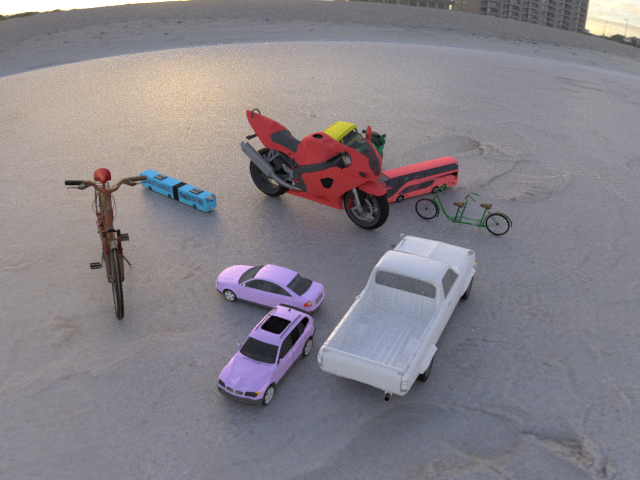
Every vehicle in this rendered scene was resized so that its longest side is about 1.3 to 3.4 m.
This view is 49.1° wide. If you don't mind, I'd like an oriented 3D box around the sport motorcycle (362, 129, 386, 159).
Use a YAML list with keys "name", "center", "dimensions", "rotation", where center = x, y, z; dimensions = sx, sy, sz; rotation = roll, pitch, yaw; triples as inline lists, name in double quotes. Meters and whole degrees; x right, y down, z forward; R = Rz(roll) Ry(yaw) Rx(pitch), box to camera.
- name: "sport motorcycle"
  center: [0.822, -1.505, 13.045]
  dimensions: [0.506, 0.821, 1.520]
  rotation: [16, 35, 25]

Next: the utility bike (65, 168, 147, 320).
- name: "utility bike"
  center: [-2.924, -0.226, 9.924]
  dimensions: [1.039, 1.839, 2.791]
  rotation: [-10, 33, -17]

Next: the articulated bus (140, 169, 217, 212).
- name: "articulated bus"
  center: [-2.561, -0.898, 12.550]
  dimensions: [1.749, 0.289, 0.311]
  rotation: [22, 37, 32]

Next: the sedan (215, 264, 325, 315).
- name: "sedan"
  center: [-0.720, 0.631, 9.814]
  dimensions: [1.613, 0.483, 0.635]
  rotation: [13, 33, 21]

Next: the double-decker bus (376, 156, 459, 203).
- name: "double-decker bus"
  center: [1.732, -1.077, 12.604]
  dimensions: [1.672, 0.541, 0.389]
  rotation: [-15, 34, -23]

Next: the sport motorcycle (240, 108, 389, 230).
- name: "sport motorcycle"
  center: [-0.090, -1.214, 11.806]
  dimensions: [2.955, 1.596, 0.983]
  rotation: [21, 37, 31]

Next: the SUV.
- name: "SUV"
  center: [-0.626, 1.351, 8.519]
  dimensions: [0.656, 0.580, 1.572]
  rotation: [15, 34, 23]

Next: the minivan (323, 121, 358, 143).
- name: "minivan"
  center: [0.214, -1.793, 13.725]
  dimensions: [0.681, 0.616, 1.548]
  rotation: [15, 34, 24]

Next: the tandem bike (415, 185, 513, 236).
- name: "tandem bike"
  center: [2.354, -0.502, 11.509]
  dimensions: [1.642, 0.682, 0.283]
  rotation: [14, 34, 22]

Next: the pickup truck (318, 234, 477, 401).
- name: "pickup truck"
  center: [1.112, 0.788, 9.057]
  dimensions: [1.244, 0.993, 3.117]
  rotation: [14, 34, 22]
